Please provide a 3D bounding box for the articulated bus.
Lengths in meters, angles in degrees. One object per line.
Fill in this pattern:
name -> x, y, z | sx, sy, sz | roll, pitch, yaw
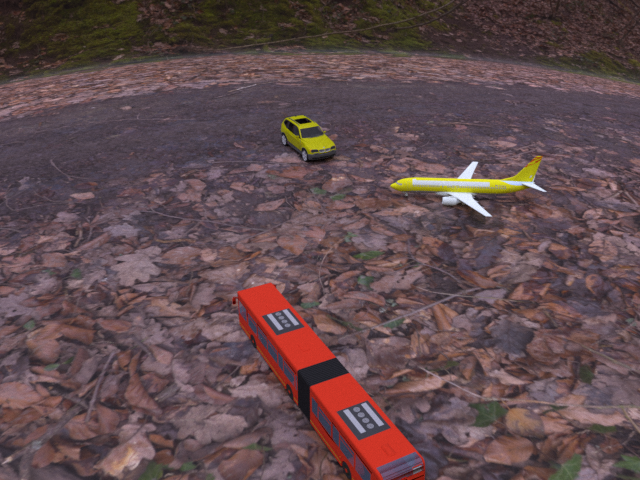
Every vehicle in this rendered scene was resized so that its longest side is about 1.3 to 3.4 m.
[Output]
articulated bus -> -0.047, 1.497, 7.505 | 0.605, 0.561, 3.401 | -14, 32, -24

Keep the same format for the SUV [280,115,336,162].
SUV -> -0.256, -2.063, 14.000 | 0.656, 0.580, 1.572 | -14, 32, -23

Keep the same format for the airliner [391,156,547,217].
airliner -> 2.487, -1.086, 11.947 | 2.541, 0.835, 2.257 | 3, 29, 5
